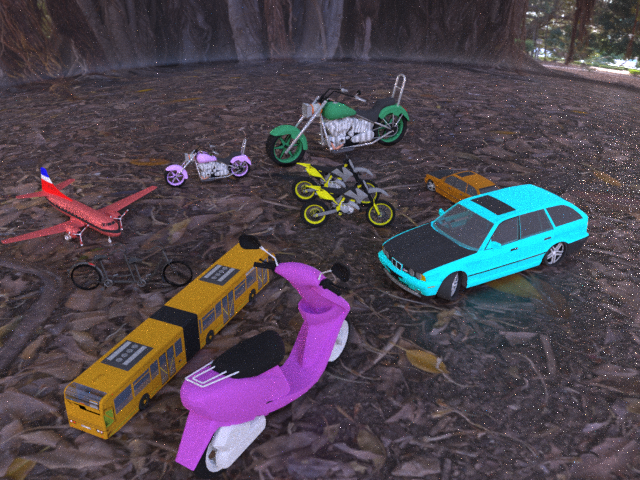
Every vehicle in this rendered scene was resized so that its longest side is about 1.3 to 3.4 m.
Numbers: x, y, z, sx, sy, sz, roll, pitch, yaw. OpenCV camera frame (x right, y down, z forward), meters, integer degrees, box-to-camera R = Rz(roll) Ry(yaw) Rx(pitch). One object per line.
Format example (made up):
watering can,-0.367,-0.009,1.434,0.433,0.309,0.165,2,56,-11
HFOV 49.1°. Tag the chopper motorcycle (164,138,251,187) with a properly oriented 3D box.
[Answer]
chopper motorcycle,-2.003,-1.377,12.490,1.563,0.761,0.466,-8,29,-15

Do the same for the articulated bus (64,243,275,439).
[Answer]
articulated bus,-1.576,0.998,8.148,0.605,0.561,3.401,12,30,22

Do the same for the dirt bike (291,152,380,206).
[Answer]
dirt bike,0.260,-0.992,11.647,1.493,0.857,0.527,4,28,7

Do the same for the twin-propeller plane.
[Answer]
twin-propeller plane,-3.750,-0.536,10.843,2.129,0.792,2.663,22,35,36

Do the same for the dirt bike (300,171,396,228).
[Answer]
dirt bike,0.433,-0.583,10.862,1.493,0.857,0.527,1,28,1

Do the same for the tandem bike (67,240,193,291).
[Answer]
tandem bike,-2.521,0.349,9.262,1.642,0.682,0.283,-2,28,-4

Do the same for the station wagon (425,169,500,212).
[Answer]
station wagon,2.440,-0.920,11.923,0.682,0.473,1.597,-14,31,-25

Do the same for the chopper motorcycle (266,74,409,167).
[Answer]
chopper motorcycle,0.387,-2.327,13.536,3.040,1.480,0.906,-13,30,-23

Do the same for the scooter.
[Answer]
scooter,-0.429,1.002,6.815,1.288,1.786,2.721,17,32,29

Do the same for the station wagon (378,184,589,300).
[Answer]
station wagon,2.318,-0.075,9.819,3.105,0.920,1.327,-15,31,-26
